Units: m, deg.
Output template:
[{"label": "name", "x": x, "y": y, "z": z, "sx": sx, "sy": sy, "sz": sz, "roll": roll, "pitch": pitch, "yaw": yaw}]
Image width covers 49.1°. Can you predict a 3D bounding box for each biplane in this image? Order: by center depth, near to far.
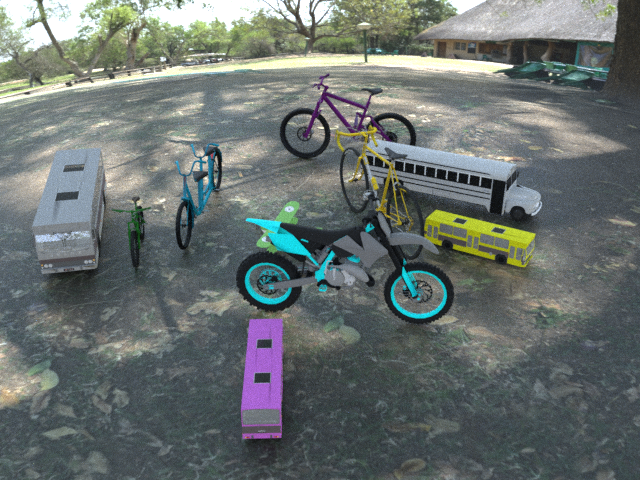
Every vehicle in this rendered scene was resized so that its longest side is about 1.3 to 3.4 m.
[{"label": "biplane", "x": -0.505, "y": -0.106, "z": 11.144, "sx": 1.090, "sy": 0.504, "sz": 1.336, "roll": 10, "pitch": 29, "yaw": 19}]

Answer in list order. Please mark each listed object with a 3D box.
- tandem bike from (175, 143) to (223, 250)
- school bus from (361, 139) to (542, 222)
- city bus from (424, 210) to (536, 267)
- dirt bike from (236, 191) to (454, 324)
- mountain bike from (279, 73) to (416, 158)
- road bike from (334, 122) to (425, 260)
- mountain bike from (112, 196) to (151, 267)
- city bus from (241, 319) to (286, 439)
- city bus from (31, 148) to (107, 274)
[{"label": "tandem bike", "x": -2.045, "y": -1.018, "z": 12.017, "sx": 0.550, "sy": 1.326, "sz": 3.192, "roll": 2, "pitch": 27, "yaw": 4}, {"label": "school bus", "x": 2.364, "y": -1.128, "z": 12.759, "sx": 3.322, "sy": 0.844, "sz": 0.709, "roll": 14, "pitch": 31, "yaw": 26}, {"label": "city bus", "x": 2.487, "y": -0.017, "z": 11.019, "sx": 1.674, "sy": 0.460, "sz": 0.476, "roll": 16, "pitch": 31, "yaw": 28}, {"label": "dirt bike", "x": 0.304, "y": 0.293, "z": 9.097, "sx": 2.903, "sy": 1.666, "sz": 1.024, "roll": 4, "pitch": 28, "yaw": 8}, {"label": "mountain bike", "x": 0.559, "y": -2.421, "z": 14.348, "sx": 2.857, "sy": 1.688, "sz": 1.114, "roll": 5, "pitch": 28, "yaw": 9}, {"label": "road bike", "x": 0.945, "y": -0.874, "z": 11.378, "sx": 0.696, "sy": 1.656, "sz": 3.004, "roll": -11, "pitch": 29, "yaw": -20}, {"label": "mountain bike", "x": -2.871, "y": -0.208, "z": 10.944, "sx": 0.573, "sy": 0.868, "sz": 1.469, "roll": -4, "pitch": 27, "yaw": -7}, {"label": "city bus", "x": -0.634, "y": 1.550, "z": 7.974, "sx": 0.476, "sy": 0.460, "sz": 1.674, "roll": -1, "pitch": 27, "yaw": -2}, {"label": "city bus", "x": -4.053, "y": -0.551, "z": 11.582, "sx": 0.926, "sy": 0.894, "sz": 3.255, "roll": -6, "pitch": 28, "yaw": -11}]
